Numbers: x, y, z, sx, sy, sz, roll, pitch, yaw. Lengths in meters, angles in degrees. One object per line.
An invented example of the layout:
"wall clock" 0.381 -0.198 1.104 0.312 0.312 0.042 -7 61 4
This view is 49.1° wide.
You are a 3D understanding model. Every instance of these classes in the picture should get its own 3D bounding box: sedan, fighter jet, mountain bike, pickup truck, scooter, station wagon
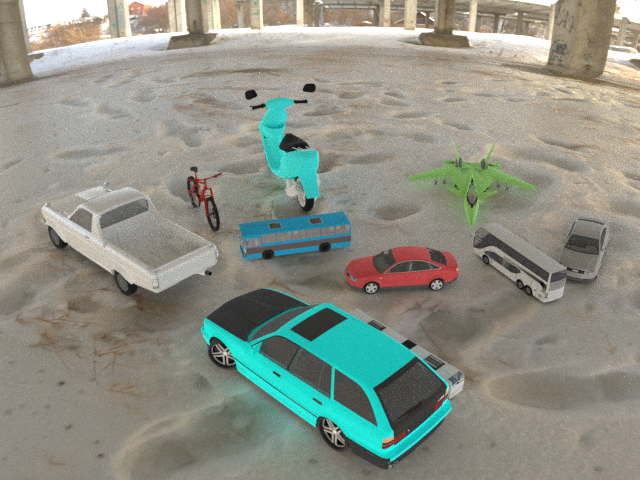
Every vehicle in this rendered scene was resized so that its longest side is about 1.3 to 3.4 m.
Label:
"sedan" 3.948 0.069 10.458 0.635 0.483 1.613 14 33 23
"fighter jet" 2.677 -1.026 12.306 2.229 0.557 2.640 5 30 9
"mountain bike" -1.944 -0.748 11.504 0.573 0.868 1.469 -15 33 -24
"pickup truck" -2.886 -0.140 10.310 3.117 0.993 1.244 25 38 36
"scooter" -0.574 -1.726 12.294 1.288 1.786 2.721 -10 31 -18
"sedan" 1.153 0.382 9.907 1.613 0.483 0.635 -3 30 -5
"station wagon" -0.058 1.276 7.897 3.105 0.920 1.327 26 39 37

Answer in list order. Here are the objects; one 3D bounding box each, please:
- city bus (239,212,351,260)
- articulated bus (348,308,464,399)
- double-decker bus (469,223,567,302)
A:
"city bus" -0.380 -0.054 10.697 1.674 0.460 0.476 -7 30 -12
"articulated bus" 0.959 1.334 8.432 0.311 0.289 1.749 -24 38 -36
"double-decker bus" 2.809 0.277 10.034 0.389 0.541 1.672 -14 33 -23
